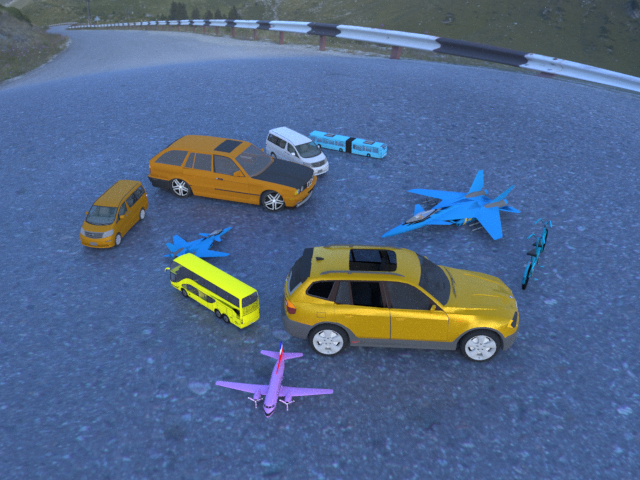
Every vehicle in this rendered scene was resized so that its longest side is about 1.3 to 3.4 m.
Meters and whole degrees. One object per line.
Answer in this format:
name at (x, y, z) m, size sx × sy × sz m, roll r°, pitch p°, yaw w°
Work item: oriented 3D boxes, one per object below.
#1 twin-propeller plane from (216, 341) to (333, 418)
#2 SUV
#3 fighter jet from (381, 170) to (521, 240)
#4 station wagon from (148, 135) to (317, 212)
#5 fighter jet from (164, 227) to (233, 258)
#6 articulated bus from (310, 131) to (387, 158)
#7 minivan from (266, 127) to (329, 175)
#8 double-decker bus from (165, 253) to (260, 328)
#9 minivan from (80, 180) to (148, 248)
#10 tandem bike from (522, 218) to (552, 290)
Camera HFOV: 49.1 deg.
twin-propeller plane at (-0.520, 1.624, 8.147) m, size 1.370 × 0.407 × 1.095 m, roll 3°, pitch 29°, yaw 6°
SUV at (1.021, 0.730, 9.026) m, size 3.058 × 1.128 × 1.276 m, roll 2°, pitch 29°, yaw 3°
fighter jet at (2.103, -0.540, 11.928) m, size 2.640 × 0.557 × 2.229 m, roll -17°, pitch 33°, yaw -28°
station wagon at (-1.605, -1.311, 12.954) m, size 3.105 × 0.920 × 1.327 m, roll 9°, pitch 30°, yaw 17°
fighter jet at (-1.852, -0.021, 11.266) m, size 1.147 × 0.286 × 1.358 m, roll 18°, pitch 33°, yaw 29°
articulated bus at (0.575, -2.040, 14.936) m, size 1.749 × 0.289 × 0.311 m, roll 14°, pitch 32°, yaw 24°
minivan at (-0.464, -1.783, 14.128) m, size 0.681 × 0.616 × 1.548 m, roll -20°, pitch 35°, yaw -32°
double-decker bus at (-1.508, 0.669, 9.745) m, size 1.672 × 0.541 × 0.389 m, roll 25°, pitch 37°, yaw 37°
minivan at (-3.437, -0.444, 11.694) m, size 0.681 × 0.616 × 1.548 m, roll 6°, pitch 29°, yaw 10°
tandem bike at (3.258, 0.156, 10.533) m, size 0.283 × 0.682 × 1.642 m, roll 14°, pitch 32°, yaw 24°
